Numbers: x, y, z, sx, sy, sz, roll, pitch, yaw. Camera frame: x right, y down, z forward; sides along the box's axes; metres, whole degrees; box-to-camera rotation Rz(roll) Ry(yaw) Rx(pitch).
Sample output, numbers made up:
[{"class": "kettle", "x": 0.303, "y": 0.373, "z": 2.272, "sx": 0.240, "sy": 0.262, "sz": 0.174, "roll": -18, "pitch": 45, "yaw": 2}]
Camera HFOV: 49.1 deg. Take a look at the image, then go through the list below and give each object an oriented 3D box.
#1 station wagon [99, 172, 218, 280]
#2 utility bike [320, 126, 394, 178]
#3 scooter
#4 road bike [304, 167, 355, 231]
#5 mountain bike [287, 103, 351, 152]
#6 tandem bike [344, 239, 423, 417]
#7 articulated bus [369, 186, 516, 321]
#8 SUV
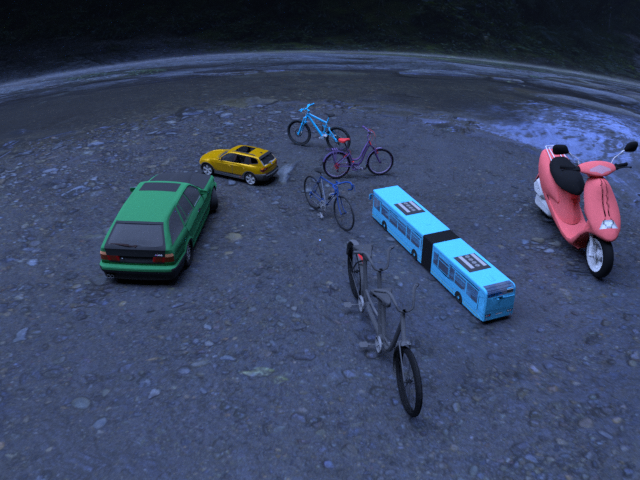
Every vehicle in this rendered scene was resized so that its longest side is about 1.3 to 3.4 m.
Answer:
[{"class": "station wagon", "x": -2.474, "y": -0.467, "z": 11.144, "sx": 1.327, "sy": 0.920, "sz": 3.105, "roll": 2, "pitch": 29, "yaw": 4}, {"class": "utility bike", "x": 0.696, "y": -1.660, "z": 13.255, "sx": 1.435, "sy": 0.946, "sz": 0.535, "roll": -5, "pitch": 30, "yaw": -9}, {"class": "scooter", "x": 3.959, "y": -0.769, "z": 10.796, "sx": 1.288, "sy": 1.786, "sz": 2.721, "roll": -3, "pitch": 29, "yaw": -5}, {"class": "road bike", "x": 0.133, "y": -0.740, "z": 11.703, "sx": 0.358, "sy": 0.852, "sz": 1.545, "roll": -17, "pitch": 33, "yaw": -28}, {"class": "mountain bike", "x": -0.033, "y": -2.295, "z": 14.473, "sx": 1.469, "sy": 0.868, "sz": 0.573, "roll": 14, "pitch": 32, "yaw": 23}, {"class": "tandem bike", "x": 0.732, "y": 0.737, "z": 8.572, "sx": 0.550, "sy": 1.326, "sz": 3.192, "roll": -6, "pitch": 30, "yaw": -10}, {"class": "articulated bus", "x": 1.719, "y": 0.082, "z": 10.529, "sx": 0.605, "sy": 0.561, "sz": 3.401, "roll": -11, "pitch": 31, "yaw": -19}, {"class": "SUV", "x": -1.562, "y": -1.505, "z": 13.352, "sx": 1.572, "sy": 0.580, "sz": 0.656, "roll": 14, "pitch": 32, "yaw": 23}]
